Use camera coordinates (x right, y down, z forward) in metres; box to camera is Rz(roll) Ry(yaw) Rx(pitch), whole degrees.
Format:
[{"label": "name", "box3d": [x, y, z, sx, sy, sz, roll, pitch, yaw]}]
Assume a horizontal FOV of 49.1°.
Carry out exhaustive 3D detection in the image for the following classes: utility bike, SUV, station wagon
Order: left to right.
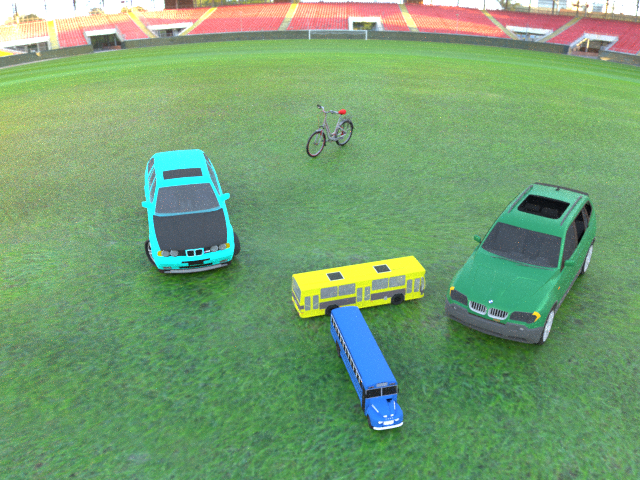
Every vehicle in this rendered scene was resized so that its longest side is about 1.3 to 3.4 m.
[{"label": "station wagon", "box3d": [-2.051, -0.575, 10.677, 1.327, 0.920, 3.105, -7, 29, -12]}, {"label": "utility bike", "box3d": [0.261, -2.161, 13.594, 0.535, 0.946, 1.435, 23, 36, 36]}, {"label": "SUV", "box3d": [2.702, 0.177, 9.064, 1.276, 1.128, 3.058, 17, 33, 28]}]

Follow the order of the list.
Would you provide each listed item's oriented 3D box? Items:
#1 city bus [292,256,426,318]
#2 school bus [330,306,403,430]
[{"label": "city bus", "box3d": [0.498, 0.611, 8.963, 1.674, 0.460, 0.476, -8, 29, -15]}, {"label": "school bus", "box3d": [0.488, 1.355, 7.609, 0.365, 0.434, 1.708, -7, 29, -12]}]
